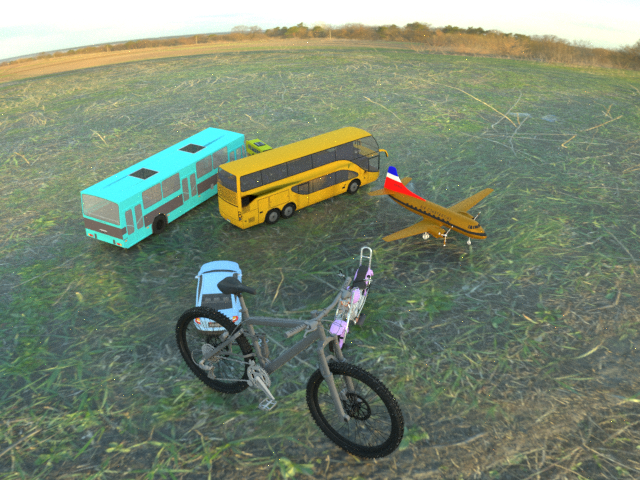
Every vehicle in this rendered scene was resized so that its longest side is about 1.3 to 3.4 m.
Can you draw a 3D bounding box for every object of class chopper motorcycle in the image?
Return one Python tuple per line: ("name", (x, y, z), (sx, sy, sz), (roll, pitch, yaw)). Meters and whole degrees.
("chopper motorcycle", (0.403, 0.747, 8.932), (0.466, 0.761, 1.563), (9, 31, 16))

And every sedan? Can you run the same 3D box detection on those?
("sedan", (-1.353, 0.674, 9.347), (0.635, 0.483, 1.613), (-3, 29, -5))

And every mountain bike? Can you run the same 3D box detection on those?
("mountain bike", (-0.420, 1.198, 7.177), (2.857, 1.688, 1.114), (17, 34, 28))

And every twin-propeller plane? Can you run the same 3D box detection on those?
("twin-propeller plane", (1.805, -0.551, 11.217), (2.663, 0.792, 2.129), (-24, 37, -36))

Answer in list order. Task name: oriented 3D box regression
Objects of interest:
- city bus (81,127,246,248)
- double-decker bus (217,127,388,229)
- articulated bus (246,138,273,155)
("city bus", (-2.486, -0.928, 11.787), (0.926, 0.894, 3.255), (15, 33, 25))
("double-decker bus", (-0.246, -1.135, 11.995), (3.251, 1.052, 0.756), (-22, 36, -34))
("articulated bus", (-0.921, -1.576, 13.564), (0.311, 0.289, 1.749), (-18, 34, -28))
